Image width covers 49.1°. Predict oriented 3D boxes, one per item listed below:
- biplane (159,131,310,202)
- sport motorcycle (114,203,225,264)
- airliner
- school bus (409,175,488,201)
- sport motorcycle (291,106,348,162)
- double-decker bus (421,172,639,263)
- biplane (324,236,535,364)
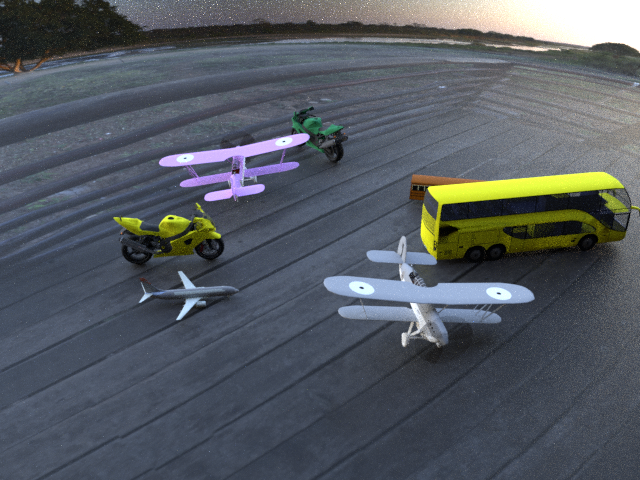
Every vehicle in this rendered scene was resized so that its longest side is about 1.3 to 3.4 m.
[{"bbox_3d":[-1.457,-1.155,11.924,2.598,0.981,2.120,-2,30,-3],"label":"biplane"},{"bbox_3d":[-2.163,-0.044,10.154,1.520,0.821,0.506,-3,30,-6],"label":"sport motorcycle"},{"bbox_3d":[-1.744,0.635,9.365,1.307,0.429,1.161,-4,30,-8],"label":"airliner"},{"bbox_3d":[2.384,-0.801,11.858,1.708,0.434,0.365,6,30,10],"label":"school bus"},{"bbox_3d":[-0.062,-2.069,13.674,0.506,0.821,1.520,-24,37,-35],"label":"sport motorcycle"},{"bbox_3d":[3.141,-0.367,10.484,3.251,1.052,0.756,-6,30,-10],"label":"double-decker bus"},{"bbox_3d":[1.279,0.674,8.745,2.598,0.981,2.120,-5,30,-8],"label":"biplane"}]
